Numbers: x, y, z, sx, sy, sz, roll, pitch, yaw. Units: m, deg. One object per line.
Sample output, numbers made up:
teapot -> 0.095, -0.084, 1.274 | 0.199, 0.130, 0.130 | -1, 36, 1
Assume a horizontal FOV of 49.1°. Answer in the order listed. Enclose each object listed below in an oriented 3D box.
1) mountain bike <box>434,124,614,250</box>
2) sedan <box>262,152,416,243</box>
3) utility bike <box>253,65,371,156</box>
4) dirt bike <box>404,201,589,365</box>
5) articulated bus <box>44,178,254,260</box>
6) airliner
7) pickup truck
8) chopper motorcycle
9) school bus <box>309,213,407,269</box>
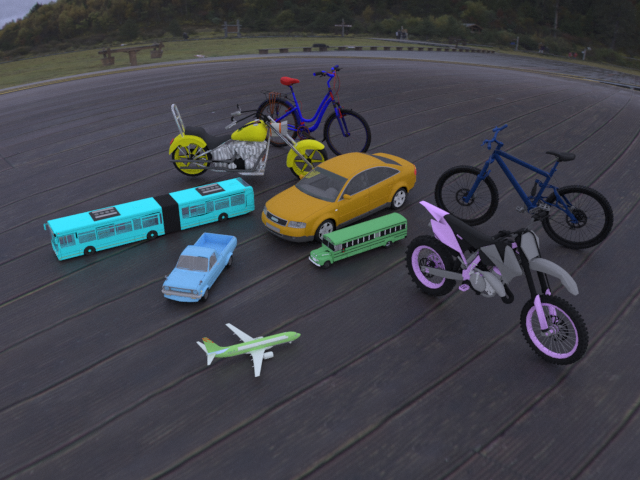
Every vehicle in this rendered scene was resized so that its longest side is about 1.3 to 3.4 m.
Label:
mountain bike -> 3.234, -0.805, 11.195 | 2.857, 1.688, 1.114 | 13, 32, 23
sedan -> 0.378, -0.877, 12.098 | 3.137, 0.940, 1.235 | -25, 37, -37
utility bike -> -0.168, -2.723, 14.508 | 2.791, 1.839, 1.039 | 14, 32, 23
dirt bike -> 2.214, 0.401, 9.034 | 1.024, 1.666, 2.903 | -22, 36, -34
articulated bus -> -2.727, -0.390, 11.609 | 3.401, 0.561, 0.605 | -16, 33, -26
airliner -> -0.848, 1.250, 8.778 | 1.307, 0.429, 1.161 | -12, 31, -21
pickup truck -> -1.754, 0.336, 10.348 | 0.640, 0.511, 1.603 | 7, 30, 12
chopper motorcycle -> -1.369, -1.853, 13.305 | 3.040, 1.480, 0.906 | 0, 29, 1
school bus -> 0.607, 0.000, 11.035 | 1.708, 0.434, 0.365 | -17, 33, -29
